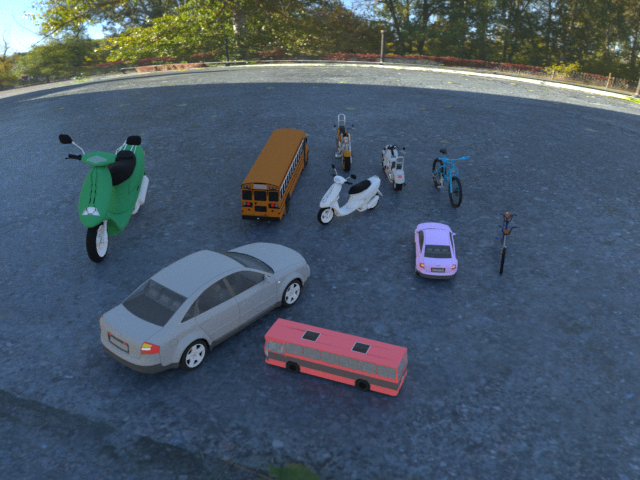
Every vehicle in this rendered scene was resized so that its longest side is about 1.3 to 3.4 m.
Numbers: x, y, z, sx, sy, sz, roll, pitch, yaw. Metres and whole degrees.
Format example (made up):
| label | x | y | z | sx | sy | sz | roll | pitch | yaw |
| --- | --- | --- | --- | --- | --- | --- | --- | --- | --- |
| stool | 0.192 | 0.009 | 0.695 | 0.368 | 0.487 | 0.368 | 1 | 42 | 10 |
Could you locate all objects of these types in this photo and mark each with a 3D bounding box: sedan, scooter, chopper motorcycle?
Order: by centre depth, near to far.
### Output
| label | x | y | z | sx | sy | sz | roll | pitch | yaw |
| --- | --- | --- | --- | --- | --- | --- | --- | --- | --- |
| sedan | -1.391 | 0.665 | 9.207 | 1.235 | 0.940 | 3.137 | 21 | 34 | 34 |
| sedan | 1.779 | 0.077 | 10.802 | 0.635 | 0.483 | 1.613 | 3 | 28 | 5 |
| scooter | -3.353 | -0.960 | 11.369 | 1.288 | 1.786 | 2.721 | 2 | 28 | 3 |
| scooter | 0.525 | -0.824 | 12.039 | 1.399 | 0.919 | 0.662 | -19 | 33 | -31 |
| chopper motorcycle | 1.396 | -1.505 | 13.492 | 0.466 | 0.761 | 1.563 | -3 | 28 | -5 |
| chopper motorcycle | 0.500 | -2.029 | 14.481 | 0.466 | 0.761 | 1.563 | -2 | 28 | -3 |

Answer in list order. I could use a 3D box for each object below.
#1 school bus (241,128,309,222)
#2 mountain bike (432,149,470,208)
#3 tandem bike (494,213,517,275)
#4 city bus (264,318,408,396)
| label | x | y | z | sx | sy | sz | roll | pitch | yaw |
| --- | --- | --- | --- | --- | --- | --- | --- | --- | --- |
| school bus | -0.761 | -1.318 | 13.050 | 0.709 | 0.844 | 3.322 | 4 | 28 | 7 |
| mountain bike | 2.324 | -1.198 | 12.799 | 0.573 | 0.868 | 1.469 | -5 | 28 | -9 |
| tandem bike | 2.886 | -0.083 | 10.894 | 0.283 | 0.682 | 1.642 | 7 | 29 | 13 |
| city bus | 0.178 | 1.397 | 8.338 | 1.674 | 0.460 | 0.476 | 11 | 30 | 19 |
